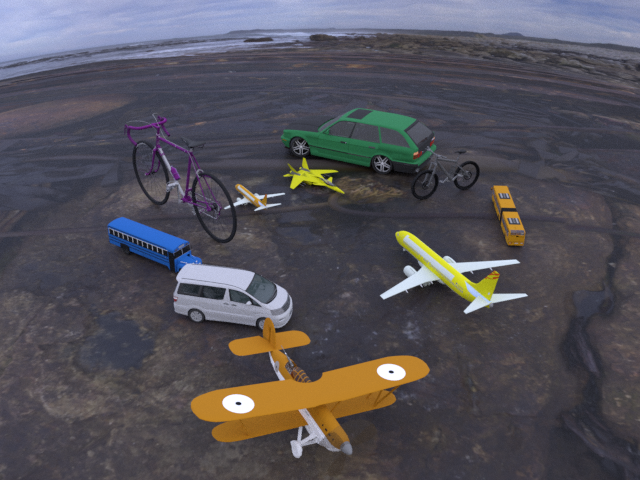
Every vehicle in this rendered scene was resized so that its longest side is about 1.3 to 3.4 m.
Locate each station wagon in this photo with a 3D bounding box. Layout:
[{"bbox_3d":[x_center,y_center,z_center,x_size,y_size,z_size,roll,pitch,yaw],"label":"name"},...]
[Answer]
[{"bbox_3d":[0.724,-2.107,14.023,3.105,0.920,1.327,15,32,24],"label":"station wagon"}]

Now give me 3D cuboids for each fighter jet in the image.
[{"bbox_3d":[-0.024,-1.156,12.974,1.147,0.286,1.358,-24,37,-36],"label":"fighter jet"}]

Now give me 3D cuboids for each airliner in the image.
[{"bbox_3d":[1.732,0.249,9.905,2.257,0.835,2.541,-13,32,-21],"label":"airliner"},{"bbox_3d":[-1.203,-0.825,12.236,1.161,0.429,1.307,-16,33,-26],"label":"airliner"}]

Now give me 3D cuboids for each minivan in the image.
[{"bbox_3d":[-1.141,0.734,9.262,1.548,0.616,0.681,6,30,10],"label":"minivan"}]

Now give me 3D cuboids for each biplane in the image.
[{"bbox_3d":[-0.155,1.563,7.410,2.598,0.981,2.120,-14,32,-23],"label":"biplane"}]

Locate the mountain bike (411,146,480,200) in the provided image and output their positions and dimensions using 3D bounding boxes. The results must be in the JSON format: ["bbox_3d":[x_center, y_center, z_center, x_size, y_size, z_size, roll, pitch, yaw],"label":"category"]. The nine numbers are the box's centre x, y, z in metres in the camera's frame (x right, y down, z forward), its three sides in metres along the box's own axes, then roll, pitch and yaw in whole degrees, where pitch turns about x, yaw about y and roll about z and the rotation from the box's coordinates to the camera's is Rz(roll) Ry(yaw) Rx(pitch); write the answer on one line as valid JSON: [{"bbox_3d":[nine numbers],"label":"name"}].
[{"bbox_3d":[2.259,-1.210,12.476,1.469,0.868,0.573,-14,32,-23],"label":"mountain bike"}]

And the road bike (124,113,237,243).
[{"bbox_3d":[-2.288,-1.042,11.368,0.697,1.656,3.004,-25,38,-37],"label":"road bike"}]

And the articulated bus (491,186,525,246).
[{"bbox_3d":[3.128,-0.432,11.679,0.311,0.289,1.749,2,29,3],"label":"articulated bus"}]

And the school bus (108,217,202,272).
[{"bbox_3d":[-2.493,0.096,10.588,1.708,0.434,0.365,18,34,29],"label":"school bus"}]
